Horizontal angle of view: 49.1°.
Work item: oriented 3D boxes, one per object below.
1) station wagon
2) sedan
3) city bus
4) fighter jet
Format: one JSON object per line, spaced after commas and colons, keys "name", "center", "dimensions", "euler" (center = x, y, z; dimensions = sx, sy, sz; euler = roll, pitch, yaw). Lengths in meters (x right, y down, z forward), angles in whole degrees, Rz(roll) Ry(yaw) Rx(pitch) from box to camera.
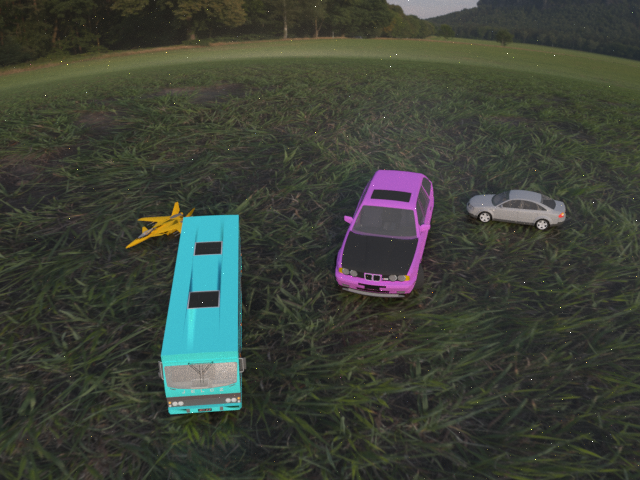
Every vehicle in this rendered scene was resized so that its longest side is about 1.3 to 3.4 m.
{"name": "station wagon", "center": [1.053, -0.242, 10.677], "dimensions": [1.327, 0.920, 3.105], "euler": [6, 29, 12]}
{"name": "sedan", "center": [3.285, -0.564, 11.738], "dimensions": [1.613, 0.483, 0.635], "euler": [8, 29, 15]}
{"name": "city bus", "center": [-1.393, 0.795, 8.774], "dimensions": [0.926, 0.894, 3.255], "euler": [-3, 28, -5]}
{"name": "fighter jet", "center": [-2.614, -0.212, 11.290], "dimensions": [1.147, 0.286, 1.358], "euler": [19, 33, 31]}
